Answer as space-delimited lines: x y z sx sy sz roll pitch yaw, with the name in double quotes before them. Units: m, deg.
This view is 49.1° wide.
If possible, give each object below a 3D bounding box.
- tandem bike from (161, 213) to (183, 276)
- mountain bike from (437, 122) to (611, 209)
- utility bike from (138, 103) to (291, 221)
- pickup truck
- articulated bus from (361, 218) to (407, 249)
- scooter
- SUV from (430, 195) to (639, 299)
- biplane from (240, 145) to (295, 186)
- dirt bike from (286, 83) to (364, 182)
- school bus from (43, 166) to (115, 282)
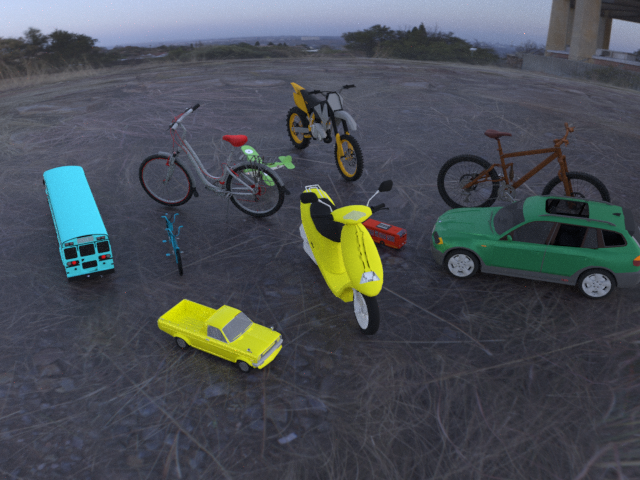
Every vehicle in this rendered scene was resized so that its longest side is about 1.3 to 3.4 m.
"tandem bike" -2.281 -0.064 10.859 0.283 0.682 1.642 -9 30 -16
"mountain bike" 3.354 -1.042 11.600 2.857 1.688 1.114 12 31 22
"utility bike" -1.873 -1.231 11.788 2.791 1.839 1.039 7 29 13
"pickup truck" -1.273 1.135 8.843 1.603 0.511 0.640 15 32 25
"articulated bus" 0.611 -0.243 11.596 1.749 0.289 0.311 19 34 30
"scooter" 0.254 -0.049 9.679 1.288 1.786 2.721 -10 30 -17
"SUV" 3.190 -0.043 10.356 3.058 1.128 1.276 8 30 15
"biplane" -1.026 -1.397 13.484 1.090 0.504 1.336 -14 32 -24
"dirt bike" 0.059 -2.297 13.919 1.024 1.666 2.903 -15 32 -26
"school bus" -3.967 -0.405 11.314 0.709 0.844 3.322 -12 31 -21
